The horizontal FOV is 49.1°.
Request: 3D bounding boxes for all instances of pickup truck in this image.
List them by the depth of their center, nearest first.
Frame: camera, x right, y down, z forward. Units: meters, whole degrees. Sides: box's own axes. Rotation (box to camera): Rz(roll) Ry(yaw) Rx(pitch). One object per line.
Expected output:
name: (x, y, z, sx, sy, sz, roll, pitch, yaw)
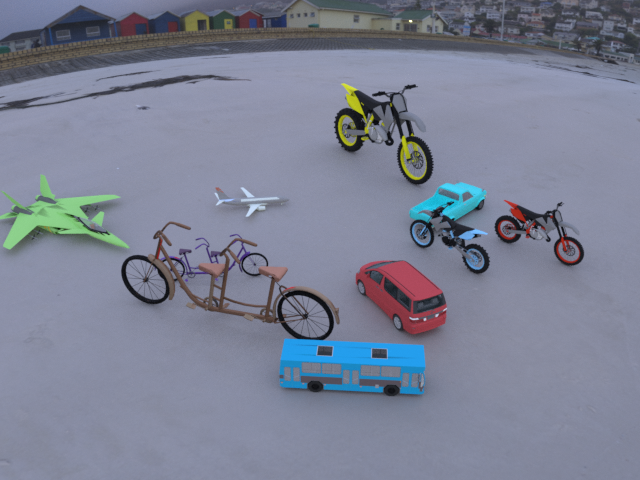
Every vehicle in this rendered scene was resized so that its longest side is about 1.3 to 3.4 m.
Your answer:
pickup truck: (2.205, -0.642, 11.932, 0.640, 0.511, 1.603, 24, 38, 36)

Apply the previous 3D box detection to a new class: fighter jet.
fighter jet: (-4.049, -0.392, 11.441, 2.640, 0.557, 2.229, 19, 34, 30)

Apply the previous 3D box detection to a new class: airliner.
airliner: (-1.180, -0.770, 12.240, 1.307, 0.429, 1.161, -5, 30, -9)

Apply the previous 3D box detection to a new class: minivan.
minivan: (1.068, 0.656, 9.525, 0.681, 0.616, 1.548, -14, 32, -24)

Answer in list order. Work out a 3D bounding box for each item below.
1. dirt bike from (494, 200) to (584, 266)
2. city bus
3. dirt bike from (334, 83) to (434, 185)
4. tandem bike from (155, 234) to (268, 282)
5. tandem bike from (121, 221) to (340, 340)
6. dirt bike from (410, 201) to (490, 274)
dirt bike: (3.372, -0.171, 10.744, 1.493, 0.857, 0.527, 25, 38, 37)
city bus: (0.379, 1.496, 8.195, 1.674, 0.460, 0.476, 2, 30, 4)
dirt bike: (1.194, -2.195, 13.506, 1.024, 1.666, 2.903, -19, 35, -30)
tandem bike: (-1.575, 0.273, 10.135, 1.642, 0.682, 0.283, -3, 30, -6)
tandem bike: (-1.249, 0.527, 9.031, 3.192, 1.326, 0.550, 11, 31, 18)
dirt bike: (1.946, -0.076, 10.576, 0.527, 0.857, 1.493, -25, 38, -37)
